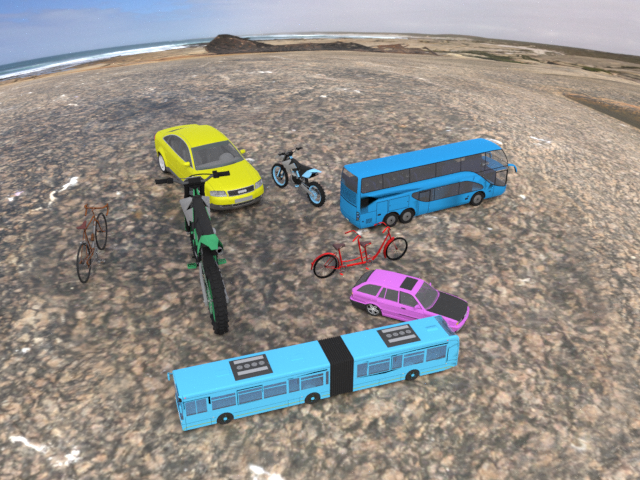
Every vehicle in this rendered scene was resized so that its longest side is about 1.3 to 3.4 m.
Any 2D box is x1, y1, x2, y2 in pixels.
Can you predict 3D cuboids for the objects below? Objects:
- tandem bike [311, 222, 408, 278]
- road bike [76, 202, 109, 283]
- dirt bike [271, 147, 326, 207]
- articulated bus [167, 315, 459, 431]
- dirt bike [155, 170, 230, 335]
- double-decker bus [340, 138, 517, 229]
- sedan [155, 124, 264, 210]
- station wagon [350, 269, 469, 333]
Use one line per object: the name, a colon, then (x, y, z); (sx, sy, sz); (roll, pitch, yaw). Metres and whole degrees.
tandem bike: (0.610, 0.143, 10.448); (1.642, 0.682, 0.283); (-13, 32, -21)
road bike: (-3.441, -0.011, 10.548); (0.358, 0.852, 1.545); (0, 30, 0)
dirt bike: (-0.416, -1.167, 12.580); (0.527, 0.857, 1.493); (-23, 37, -35)
articulated bus: (-0.008, 1.509, 8.164); (3.401, 0.561, 0.605); (-9, 31, -16)
dirt bike: (-1.650, -0.021, 9.740); (1.024, 1.666, 2.903); (-8, 31, -15)
double-decker bus: (1.891, -1.016, 12.117); (3.251, 1.052, 0.756); (-14, 32, -23)
sedan: (-2.128, -1.512, 13.105); (1.235, 0.940, 3.137); (-17, 34, -27)
station wagon: (1.229, 0.793, 9.514); (1.597, 0.473, 0.682); (14, 32, 22)
